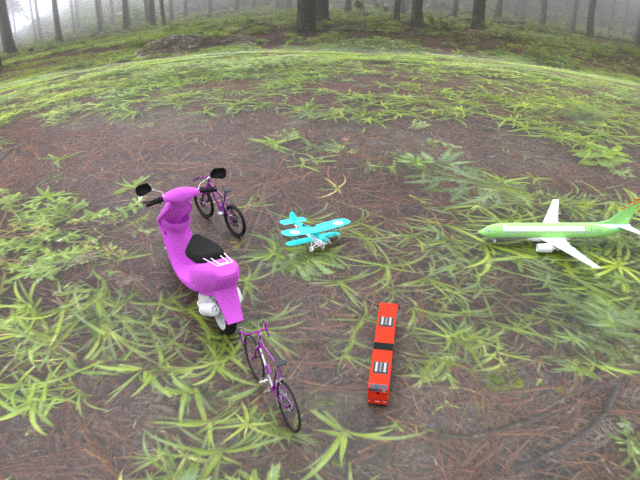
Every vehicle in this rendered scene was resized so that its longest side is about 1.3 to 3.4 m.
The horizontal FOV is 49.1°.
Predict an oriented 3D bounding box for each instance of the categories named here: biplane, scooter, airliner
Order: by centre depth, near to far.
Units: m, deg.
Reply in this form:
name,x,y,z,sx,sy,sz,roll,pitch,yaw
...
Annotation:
name,x,y,z,sx,sy,sz,roll,pitch,yaw
scooter,-1.723,0.047,9.670,1.288,1.786,2.721,-15,33,-25
airliner,3.841,-0.313,11.250,2.541,0.835,2.257,1,30,1
biplane,-0.154,-0.146,11.290,1.336,0.504,1.090,-22,36,-33

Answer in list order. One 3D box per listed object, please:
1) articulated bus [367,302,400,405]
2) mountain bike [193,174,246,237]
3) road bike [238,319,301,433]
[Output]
name,x,y,z,sx,sy,sz,roll,pitch,yaw
articulated bus,0.803,1.386,8.843,0.311,0.289,1.749,4,30,8
mountain bike,-1.705,-0.617,11.745,0.573,0.868,1.469,-24,38,-35
road bike,-0.573,1.522,8.041,0.358,0.852,1.545,-15,33,-24
